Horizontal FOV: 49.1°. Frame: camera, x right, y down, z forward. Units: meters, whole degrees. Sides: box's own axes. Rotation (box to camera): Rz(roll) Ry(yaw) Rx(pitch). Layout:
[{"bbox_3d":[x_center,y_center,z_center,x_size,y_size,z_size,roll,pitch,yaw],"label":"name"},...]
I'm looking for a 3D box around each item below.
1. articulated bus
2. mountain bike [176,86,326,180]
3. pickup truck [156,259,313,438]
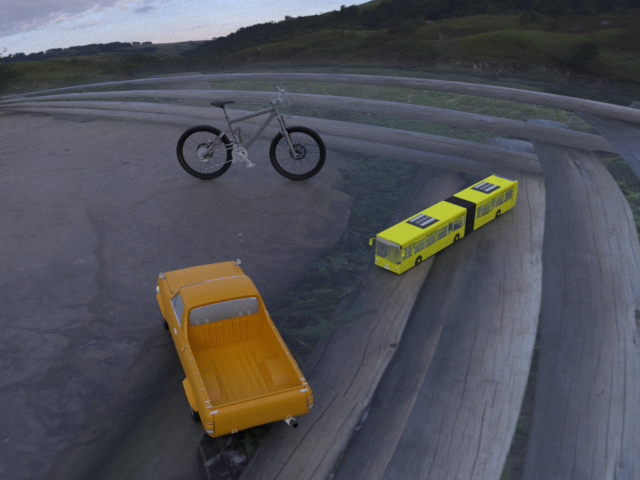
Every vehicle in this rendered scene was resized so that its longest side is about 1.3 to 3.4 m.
[{"bbox_3d":[2.118,-0.329,11.315,0.605,0.561,3.401,23,35,38],"label":"articulated bus"},{"bbox_3d":[-1.309,-1.917,13.169,2.857,1.688,1.114,1,27,1],"label":"mountain bike"},{"bbox_3d":[-1.113,1.058,8.151,1.244,0.993,3.117,-10,29,-18],"label":"pickup truck"}]
